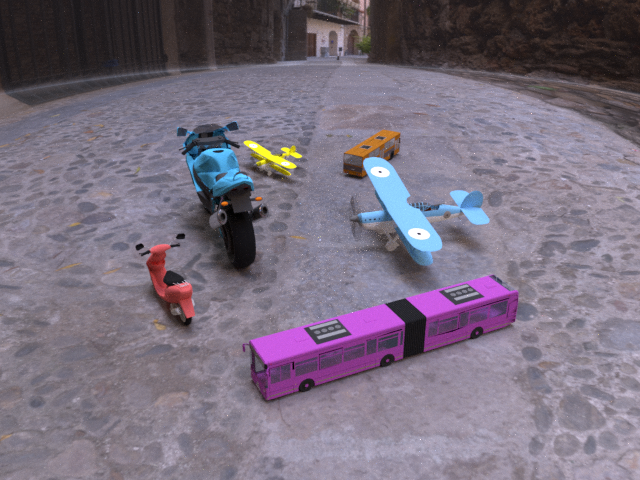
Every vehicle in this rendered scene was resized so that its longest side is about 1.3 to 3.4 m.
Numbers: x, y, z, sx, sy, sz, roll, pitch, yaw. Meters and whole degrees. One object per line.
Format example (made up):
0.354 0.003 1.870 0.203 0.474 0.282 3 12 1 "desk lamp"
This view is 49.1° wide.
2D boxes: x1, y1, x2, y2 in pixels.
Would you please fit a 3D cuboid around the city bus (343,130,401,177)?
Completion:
1.038 -1.695 13.720 0.476 0.460 1.674 15 31 27 "city bus"

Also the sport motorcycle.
-1.494 -0.770 10.638 0.983 1.596 2.955 -9 28 -18 "sport motorcycle"

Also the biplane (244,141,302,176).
-0.840 -1.541 13.367 1.336 0.504 1.090 23 35 38 "biplane"

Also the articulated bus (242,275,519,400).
0.809 1.073 8.148 3.401 0.561 0.605 -12 29 -23 "articulated bus"

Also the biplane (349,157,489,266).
1.479 -0.373 10.536 2.120 0.981 2.598 -7 28 -13 "biplane"

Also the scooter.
-1.943 0.456 8.968 0.662 0.919 1.399 -16 31 -28 "scooter"
